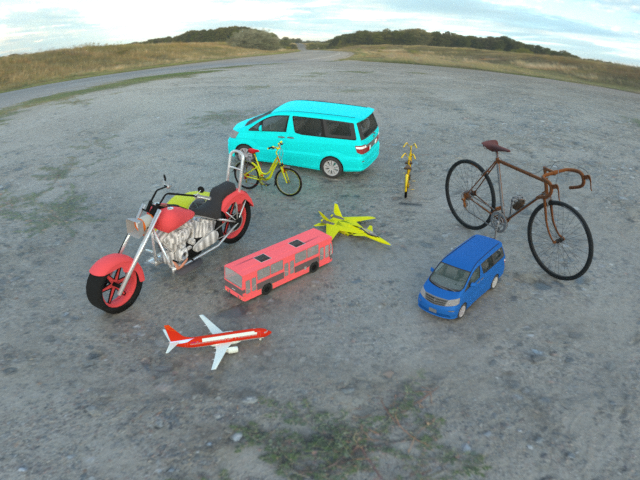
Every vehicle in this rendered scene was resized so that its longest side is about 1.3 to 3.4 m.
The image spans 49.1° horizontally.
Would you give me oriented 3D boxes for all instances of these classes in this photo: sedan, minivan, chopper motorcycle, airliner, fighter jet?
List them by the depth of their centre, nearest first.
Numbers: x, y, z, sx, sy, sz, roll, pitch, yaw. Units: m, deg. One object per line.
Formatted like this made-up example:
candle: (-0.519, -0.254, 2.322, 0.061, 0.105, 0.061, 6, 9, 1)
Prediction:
airliner: (-1.231, 1.120, 8.496, 1.307, 0.429, 1.161, -7, 29, -14)
minivan: (1.940, 0.485, 9.506, 0.681, 0.616, 1.548, 20, 34, 34)
chopper motorcycle: (-2.029, -0.180, 9.845, 0.906, 1.480, 3.040, 18, 33, 31)
fighter jet: (0.592, -0.211, 11.189, 1.358, 0.286, 1.147, 23, 35, 37)
sedan: (-2.210, -0.494, 11.518, 0.635, 0.483, 1.613, 7, 28, 13)
minivan: (-0.364, -2.086, 13.787, 3.011, 1.197, 1.324, 11, 29, 19)

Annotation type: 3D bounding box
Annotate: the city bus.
city bus: (-0.558, 0.349, 9.934, 1.674, 0.460, 0.476, -24, 36, -37)

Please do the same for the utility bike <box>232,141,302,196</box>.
utility bike: (-0.950, -1.320, 12.595, 1.435, 0.946, 0.535, 11, 30, 21)

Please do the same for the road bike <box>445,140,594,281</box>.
road bike: (2.874, -0.575, 10.409, 0.697, 1.656, 3.004, -16, 31, -27)

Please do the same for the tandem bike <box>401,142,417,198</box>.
tandem bike: (1.634, -1.338, 12.914, 0.283, 0.682, 1.642, 4, 28, 9)
